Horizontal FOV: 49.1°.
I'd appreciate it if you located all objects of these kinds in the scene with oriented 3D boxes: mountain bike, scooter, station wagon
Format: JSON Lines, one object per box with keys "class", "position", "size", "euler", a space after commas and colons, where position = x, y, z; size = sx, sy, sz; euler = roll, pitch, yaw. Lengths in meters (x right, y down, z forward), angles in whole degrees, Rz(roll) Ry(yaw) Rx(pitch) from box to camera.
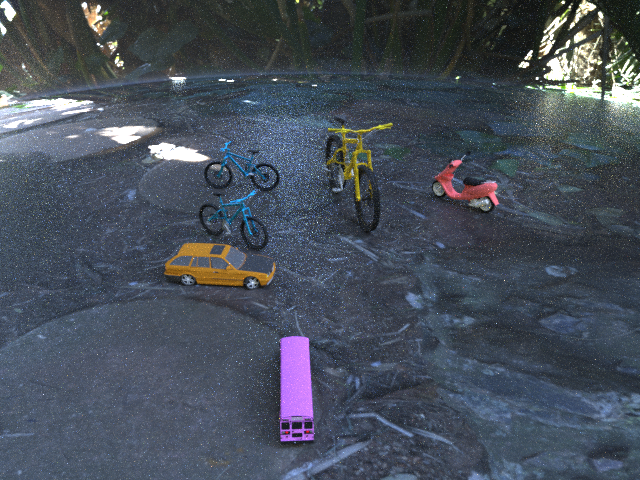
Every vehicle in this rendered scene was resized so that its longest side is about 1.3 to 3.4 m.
{"class": "mountain bike", "position": [0.531, -1.328, 12.290], "size": [1.114, 1.688, 2.857], "euler": [-7, 27, -14]}
{"class": "scooter", "position": [2.612, -1.055, 12.606], "size": [1.399, 0.919, 0.662], "euler": [23, 34, 39]}
{"class": "mountain bike", "position": [-1.416, -0.363, 11.260], "size": [1.469, 0.868, 0.573], "euler": [17, 31, 31]}
{"class": "mountain bike", "position": [-1.493, -1.360, 13.284], "size": [1.469, 0.868, 0.573], "euler": [3, 26, 6]}
{"class": "station wagon", "position": [-1.453, 0.349, 10.260], "size": [1.597, 0.473, 0.682], "euler": [3, 26, 6]}

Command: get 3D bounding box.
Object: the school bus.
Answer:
{"class": "school bus", "position": [-0.272, 1.577, 7.811], "size": [0.365, 0.434, 1.708], "euler": [-1, 26, -3]}
